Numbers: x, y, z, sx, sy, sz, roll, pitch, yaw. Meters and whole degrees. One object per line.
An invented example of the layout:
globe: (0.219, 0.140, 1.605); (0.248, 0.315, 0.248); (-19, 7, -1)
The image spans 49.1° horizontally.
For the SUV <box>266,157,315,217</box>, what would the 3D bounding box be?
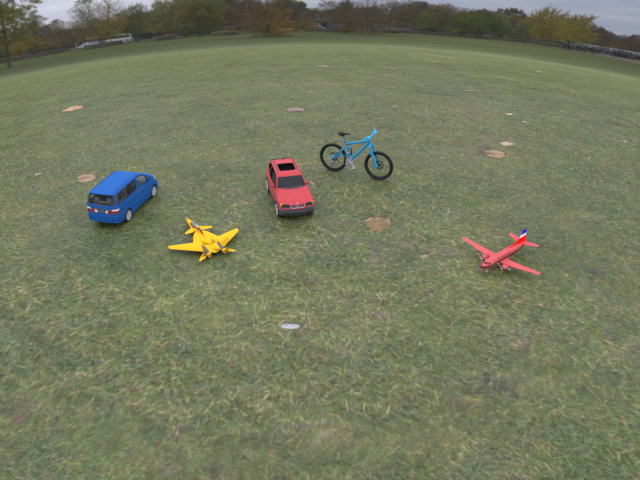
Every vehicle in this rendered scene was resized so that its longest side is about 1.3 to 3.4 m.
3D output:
SUV: (-0.541, -0.938, 12.076); (0.656, 0.580, 1.572); (-7, 31, -12)

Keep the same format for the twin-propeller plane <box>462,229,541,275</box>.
twin-propeller plane: (2.724, 0.166, 10.333); (1.095, 0.407, 1.370); (-24, 37, -35)

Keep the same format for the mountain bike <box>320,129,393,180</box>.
mountain bike: (0.663, -1.591, 12.922); (1.469, 0.868, 0.573); (13, 33, 22)

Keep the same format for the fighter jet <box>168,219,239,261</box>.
fighter jet: (-1.862, -0.133, 10.973); (1.147, 0.286, 1.358); (-16, 34, -25)

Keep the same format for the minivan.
minivan: (-3.314, -0.824, 11.844); (0.681, 0.616, 1.548); (7, 31, 12)
